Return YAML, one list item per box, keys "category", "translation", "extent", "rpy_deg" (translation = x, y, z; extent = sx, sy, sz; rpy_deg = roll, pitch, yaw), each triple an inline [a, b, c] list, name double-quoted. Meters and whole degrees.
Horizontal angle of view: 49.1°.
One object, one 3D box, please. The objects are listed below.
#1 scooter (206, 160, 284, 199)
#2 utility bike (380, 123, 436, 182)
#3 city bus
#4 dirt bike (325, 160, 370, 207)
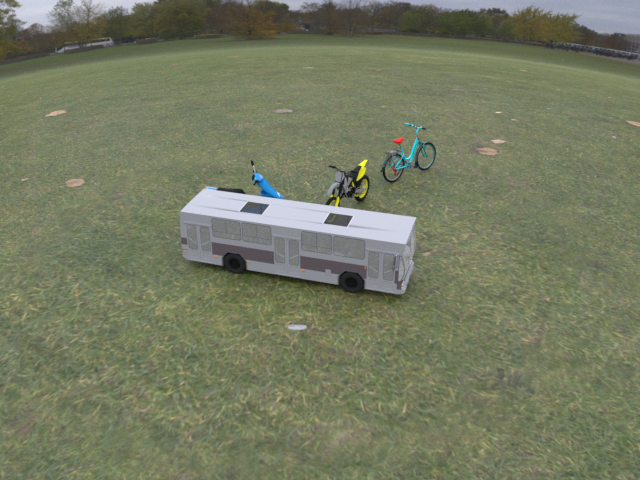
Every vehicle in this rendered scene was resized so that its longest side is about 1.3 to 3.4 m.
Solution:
- category: "scooter"
  translation: [-1.225, -0.729, 11.225]
  extent: [1.399, 0.919, 0.662]
  rpy_deg: [-3, 30, -5]
- category: "utility bike"
  translation: [1.597, -1.622, 12.782]
  extent: [1.435, 0.946, 0.535]
  rpy_deg: [-22, 36, -34]
- category: "city bus"
  translation: [-0.320, 0.028, 9.907]
  extent: [3.255, 0.894, 0.926]
  rpy_deg: [8, 30, 15]
- category: "dirt bike"
  translation: [0.455, -0.839, 11.483]
  extent: [0.527, 0.857, 1.493]
  rpy_deg: [17, 33, 27]
